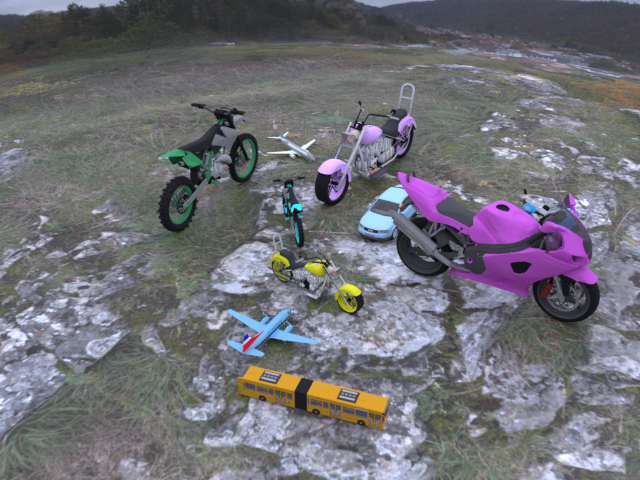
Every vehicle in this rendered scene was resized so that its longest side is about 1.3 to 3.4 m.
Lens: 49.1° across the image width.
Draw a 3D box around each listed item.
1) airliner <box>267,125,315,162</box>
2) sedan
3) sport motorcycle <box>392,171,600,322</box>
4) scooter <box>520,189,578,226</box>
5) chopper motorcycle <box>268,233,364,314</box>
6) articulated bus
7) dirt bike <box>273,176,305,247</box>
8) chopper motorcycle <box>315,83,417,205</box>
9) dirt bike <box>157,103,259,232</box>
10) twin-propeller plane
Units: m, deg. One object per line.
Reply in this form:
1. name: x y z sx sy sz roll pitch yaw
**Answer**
1. airliner: -0.485 -1.916 13.981 1.161 0.429 1.307 -20 36 -31
2. sedan: 1.180 -0.512 11.536 0.635 0.483 1.613 16 34 25
3. sport motorcycle: 2.328 0.071 9.445 2.955 1.596 0.983 19 35 28
4. scooter: 3.370 -0.265 10.686 1.399 0.919 0.662 -9 32 -16
5. chopper motorcycle: -0.067 0.454 9.617 1.563 0.761 0.466 21 37 32
6. articulated bus: -0.082 1.756 7.865 1.749 0.289 0.311 10 32 16
7. dirt bike: -0.454 -0.536 11.209 0.527 0.857 1.493 -7 31 -11
8. chopper motorcycle: 0.888 -1.779 12.711 0.906 1.480 3.040 20 36 30
9. dirt bike: -1.842 -1.360 11.812 1.024 1.666 2.903 14 33 22
10. twin-propeller plane: -0.664 1.113 8.843 1.370 0.407 1.095 16 34 25
